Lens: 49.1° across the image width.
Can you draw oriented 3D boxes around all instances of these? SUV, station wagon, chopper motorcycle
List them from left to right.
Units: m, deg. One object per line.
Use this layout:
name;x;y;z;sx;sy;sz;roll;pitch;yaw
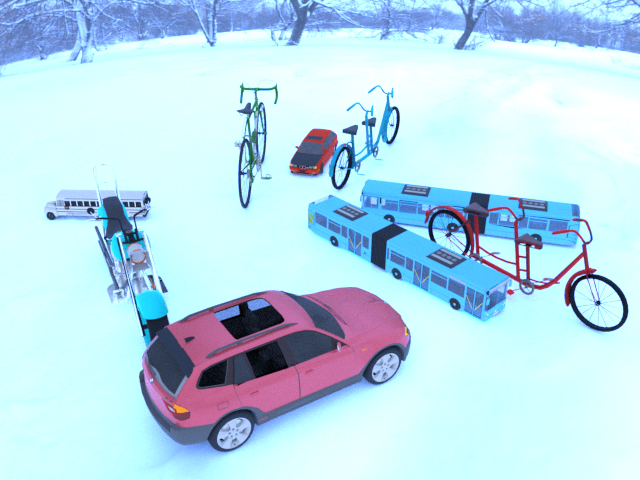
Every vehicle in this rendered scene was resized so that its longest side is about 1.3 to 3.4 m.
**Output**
chopper motorcycle;-2.463;0.172;9.047;0.906;1.480;3.040;-13;32;-22
SUV;-0.422;1.165;7.662;3.058;1.128;1.276;-17;34;-28
station wagon;-0.111;-1.722;13.381;0.682;0.473;1.597;8;31;13

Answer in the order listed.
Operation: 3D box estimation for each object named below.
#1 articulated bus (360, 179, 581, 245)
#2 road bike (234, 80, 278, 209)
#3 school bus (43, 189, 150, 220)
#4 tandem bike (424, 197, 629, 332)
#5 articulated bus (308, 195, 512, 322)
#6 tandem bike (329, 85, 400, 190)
articulated bus;2.306;-0.453;11.068;3.401;0.561;0.605;8;31;14
road bike;-1.170;-1.772;12.276;0.696;1.656;3.004;2;30;3
school bus;-3.663;-0.582;11.423;1.708;0.434;0.365;1;30;2
tandem bike;2.640;0.102;9.325;0.550;1.326;3.192;-24;37;-35
articulated bus;1.132;0.170;9.976;0.605;0.561;3.401;-25;38;-36
tandem bike;0.894;-2.005;13.017;0.550;1.326;3.192;14;33;23
